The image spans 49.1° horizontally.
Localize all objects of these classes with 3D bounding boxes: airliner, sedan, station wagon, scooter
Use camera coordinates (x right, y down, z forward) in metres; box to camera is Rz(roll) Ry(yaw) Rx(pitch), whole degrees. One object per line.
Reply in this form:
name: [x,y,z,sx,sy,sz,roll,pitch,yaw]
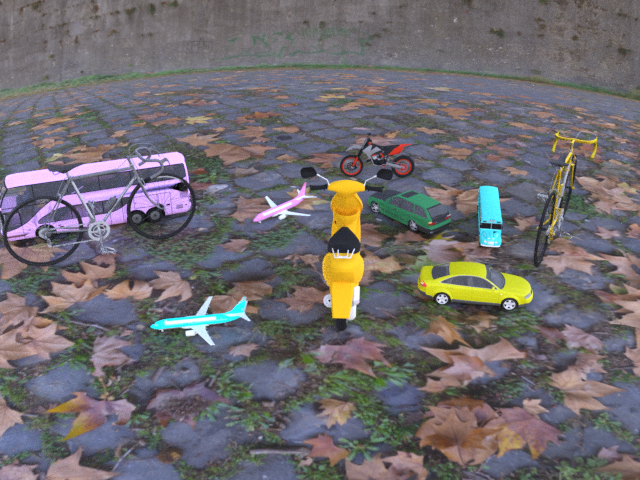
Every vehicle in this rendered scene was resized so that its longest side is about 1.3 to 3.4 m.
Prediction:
airliner: [-0.688,-0.652,12.421,1.161,0.429,1.307,24,36,38]
sedan: [2.205,0.607,9.945,1.613,0.483,0.635,4,28,8]
station wagon: [1.535,-0.600,12.275,0.682,0.473,1.597,-21,34,-35]
airliner: [-1.591,0.987,9.272,1.307,0.429,1.161,-4,28,-8]
scooter: [0.350,-0.055,9.806,1.288,1.786,2.721,2,28,3]

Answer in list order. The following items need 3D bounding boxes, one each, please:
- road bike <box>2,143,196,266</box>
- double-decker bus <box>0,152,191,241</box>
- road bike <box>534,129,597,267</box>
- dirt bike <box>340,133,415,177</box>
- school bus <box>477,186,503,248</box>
road bike: [-3.381,-0.552,10.901,3.004,1.656,0.696,-14,31,-26]
double-decker bus: [-3.859,-0.743,11.922,3.251,1.052,0.756,-11,29,-20]
road bike: [3.863,-0.756,11.293,0.696,1.656,3.004,14,30,24]
dirt bike: [1.141,-1.637,13.852,1.493,0.857,0.527,0,27,1]
school bus: [2.885,-0.400,11.931,0.365,0.434,1.708,5,28,9]
